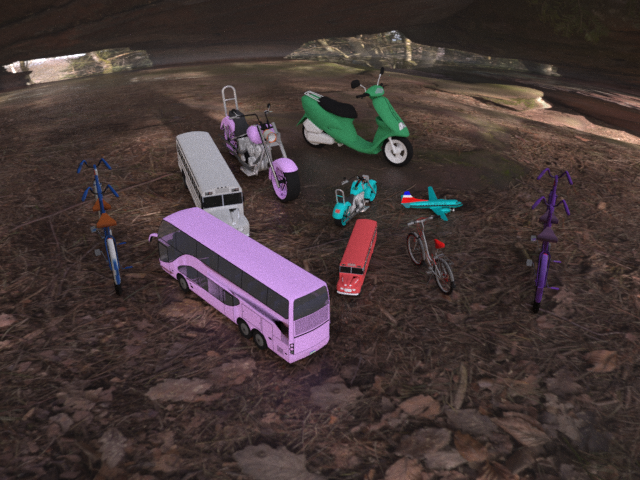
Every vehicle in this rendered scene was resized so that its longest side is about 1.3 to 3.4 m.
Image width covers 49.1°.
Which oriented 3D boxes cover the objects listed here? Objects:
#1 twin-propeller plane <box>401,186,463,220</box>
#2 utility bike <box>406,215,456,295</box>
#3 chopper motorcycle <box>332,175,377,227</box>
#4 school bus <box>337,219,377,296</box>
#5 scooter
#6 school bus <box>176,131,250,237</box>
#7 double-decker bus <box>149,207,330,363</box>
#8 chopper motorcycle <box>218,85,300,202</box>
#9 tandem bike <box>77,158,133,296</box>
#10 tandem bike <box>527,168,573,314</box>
[{"bbox_3d":[1.963,-0.676,12.238,1.095,0.407,1.370,-2,29,-3],"label":"twin-propeller plane"},{"bbox_3d":[1.553,0.177,10.116,0.535,0.946,1.435,-10,30,-18],"label":"utility bike"},{"bbox_3d":[0.632,-0.787,12.072,0.466,0.761,1.563,14,32,24],"label":"chopper motorcycle"},{"bbox_3d":[0.567,0.248,10.520,0.365,0.434,1.708,6,29,11],"label":"school bus"},{"bbox_3d":[0.686,-2.544,14.216,2.721,1.786,1.288,17,33,28],"label":"scooter"},{"bbox_3d":[-1.934,-0.983,12.344,0.709,0.844,3.322,-9,30,-17],"label":"school bus"},{"bbox_3d":[-1.157,0.482,9.449,0.756,1.052,3.251,-23,36,-36],"label":"double-decker bus"},{"bbox_3d":[-1.189,-1.868,13.300,0.906,1.480,3.040,-15,32,-25],"label":"chopper motorcycle"},{"bbox_3d":[-3.298,-0.345,10.675,0.550,1.326,3.192,-10,30,-18],"label":"tandem bike"},{"bbox_3d":[3.348,-0.141,10.303,0.550,1.326,3.192,9,30,17],"label":"tandem bike"}]
